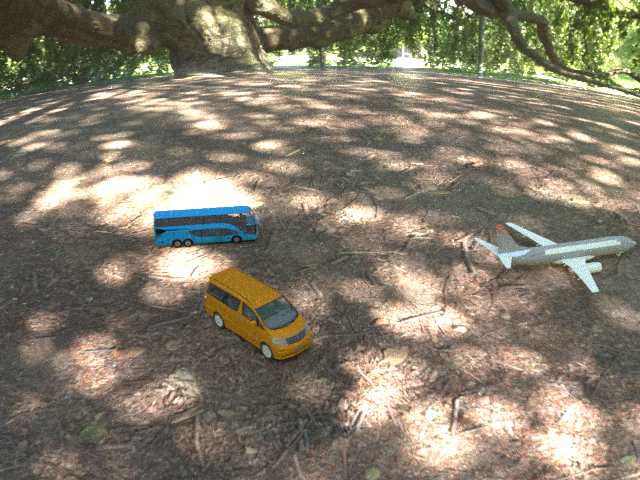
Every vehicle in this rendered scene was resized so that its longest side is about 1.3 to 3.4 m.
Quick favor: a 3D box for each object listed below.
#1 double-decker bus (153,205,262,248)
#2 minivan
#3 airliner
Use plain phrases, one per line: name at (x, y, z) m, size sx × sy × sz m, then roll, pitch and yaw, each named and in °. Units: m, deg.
double-decker bus at (-1.775, -0.223, 11.075) m, size 1.672 × 0.541 × 0.389 m, roll -4°, pitch 27°, yaw -8°
minivan at (-0.786, 0.899, 8.755) m, size 0.681 × 0.616 × 1.548 m, roll -24°, pitch 35°, yaw -39°
airliner at (3.627, 0.006, 10.292) m, size 2.541 × 0.835 × 2.257 m, roll -8°, pitch 28°, yaw -15°
